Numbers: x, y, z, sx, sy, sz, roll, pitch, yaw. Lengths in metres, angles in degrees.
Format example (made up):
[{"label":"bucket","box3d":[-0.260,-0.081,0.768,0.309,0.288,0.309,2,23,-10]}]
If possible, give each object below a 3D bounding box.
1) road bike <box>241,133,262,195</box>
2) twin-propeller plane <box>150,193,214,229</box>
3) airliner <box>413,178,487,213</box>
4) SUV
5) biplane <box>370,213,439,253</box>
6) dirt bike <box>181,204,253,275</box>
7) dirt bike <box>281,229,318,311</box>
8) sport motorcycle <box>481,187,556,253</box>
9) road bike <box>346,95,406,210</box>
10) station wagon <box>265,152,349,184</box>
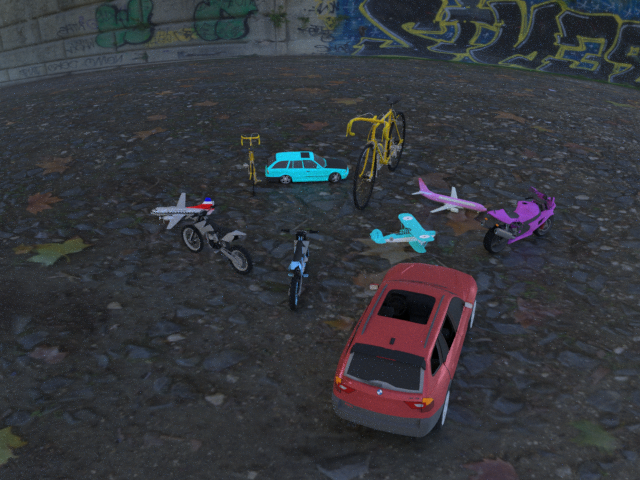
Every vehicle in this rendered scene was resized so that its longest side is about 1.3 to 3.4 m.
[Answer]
[{"label":"road bike","box3d":[-1.275,-1.450,13.091,0.358,0.852,1.545,-3,29,-6]},{"label":"twin-propeller plane","box3d":[-2.346,-0.536,11.896,1.095,0.407,1.370,0,29,0]},{"label":"airliner","box3d":[2.306,-0.773,12.301,1.307,0.429,1.161,15,32,25]},{"label":"SUV","box3d":[1.096,1.032,8.312,1.276,1.128,3.058,10,30,17]},{"label":"biplane","box3d":[1.326,-0.066,10.945,1.090,0.504,1.336,-5,29,-8]},{"label":"dirt bike","box3d":[-1.585,-0.027,10.509,1.493,0.857,0.527,21,35,33]},{"label":"dirt bike","box3d":[-0.303,0.311,9.897,0.527,0.857,1.493,3,29,5]},{"label":"sport motorcycle","box3d":[3.165,-0.297,11.035,1.520,0.821,0.506,-17,33,-28]},{"label":"road bike","box3d":[1.134,-1.721,12.749,0.696,1.656,3.004,11,31,19]},{"label":"station wagon","box3d":[-0.248,-1.415,13.418,1.597,0.473,0.682,-2,29,-4]}]
